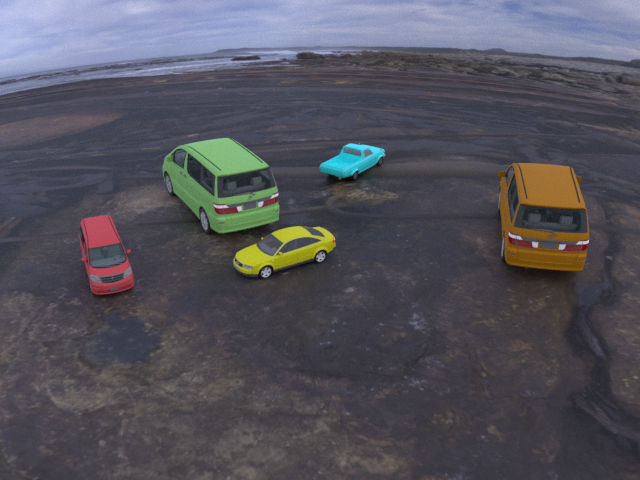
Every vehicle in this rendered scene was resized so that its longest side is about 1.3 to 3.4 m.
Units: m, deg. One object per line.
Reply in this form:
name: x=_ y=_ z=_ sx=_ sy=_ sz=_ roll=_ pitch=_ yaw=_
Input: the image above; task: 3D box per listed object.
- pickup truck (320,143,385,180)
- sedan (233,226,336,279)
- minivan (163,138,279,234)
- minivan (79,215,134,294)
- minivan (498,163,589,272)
pickup truck: x=0.663 y=-1.600 z=13.869 sx=0.640 sy=0.511 sz=1.603 roll=18 pitch=32 yaw=31
sedan: x=-0.527 y=0.122 z=10.469 sx=1.613 sy=0.483 sz=0.635 roll=-16 pitch=31 yaw=-28
minivan: x=-1.812 y=-1.108 z=12.125 sx=1.324 sy=1.197 sz=3.011 roll=-14 pitch=30 yaw=-26
minivan: x=-3.126 y=0.203 z=10.160 sx=0.681 sy=0.616 sz=1.548 roll=-11 pitch=29 yaw=-21
minivan: x=3.476 y=-0.571 z=11.055 sx=1.324 sy=1.197 sz=3.011 roll=5 pitch=27 yaw=10
